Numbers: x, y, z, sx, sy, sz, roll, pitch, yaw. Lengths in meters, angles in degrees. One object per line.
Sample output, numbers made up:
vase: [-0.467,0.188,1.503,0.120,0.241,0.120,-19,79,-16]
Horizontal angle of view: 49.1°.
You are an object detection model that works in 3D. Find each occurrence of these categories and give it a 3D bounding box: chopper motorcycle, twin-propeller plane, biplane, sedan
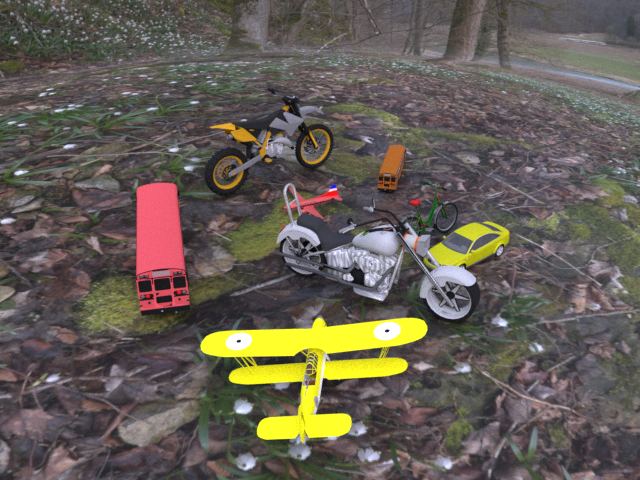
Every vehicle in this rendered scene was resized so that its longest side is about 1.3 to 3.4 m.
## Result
chopper motorcycle: [0.749,0.162,9.732,3.040,1.480,0.906,14,32,23]
twin-propeller plane: [-0.168,-0.707,12.355,1.095,0.407,1.370,-13,32,-22]
biplane: [-0.127,1.500,7.875,2.598,0.981,2.120,3,30,4]
sedan: [2.294,0.079,10.890,1.613,0.483,0.635,-22,36,-34]

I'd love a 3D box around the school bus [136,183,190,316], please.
school bus: [-2.440,-0.035,10.725,0.709,0.844,3.322,-6,30,-11]

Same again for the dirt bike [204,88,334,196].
dirt bike: [-0.909,-1.881,13.152,2.903,1.666,1.024,-20,35,-32]

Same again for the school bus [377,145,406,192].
school bus: [1.419,-1.435,13.615,0.365,0.434,1.708,6,30,11]

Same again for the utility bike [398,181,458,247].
utility bike: [1.702,-0.442,11.341,1.435,0.946,0.535,-20,35,-31]
